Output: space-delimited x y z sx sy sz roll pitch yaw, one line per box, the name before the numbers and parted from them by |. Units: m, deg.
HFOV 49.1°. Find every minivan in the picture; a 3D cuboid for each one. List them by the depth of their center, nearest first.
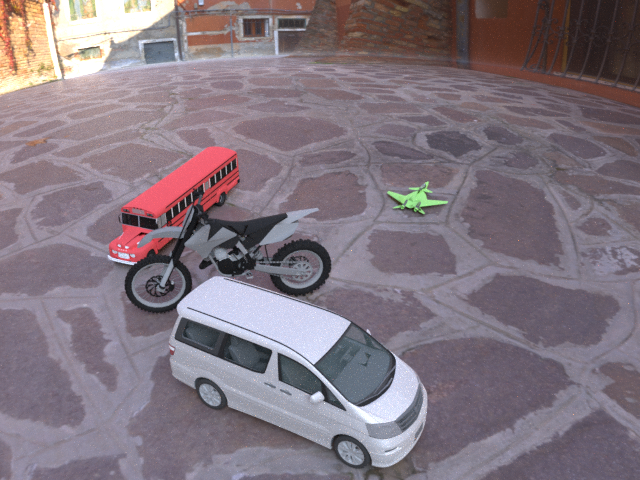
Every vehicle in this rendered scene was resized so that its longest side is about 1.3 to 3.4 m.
minivan | -0.260 1.412 7.941 3.011 1.197 1.324 15 33 25

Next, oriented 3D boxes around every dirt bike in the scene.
dirt bike | -1.249 0.187 9.650 2.903 1.666 1.024 -7 30 -12

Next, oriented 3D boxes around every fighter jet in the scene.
fighter jet | 1.842 -0.904 13.016 1.147 0.286 1.358 12 31 20

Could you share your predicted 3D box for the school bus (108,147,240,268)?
school bus | -2.431 -0.633 11.960 0.709 0.844 3.322 11 31 19
